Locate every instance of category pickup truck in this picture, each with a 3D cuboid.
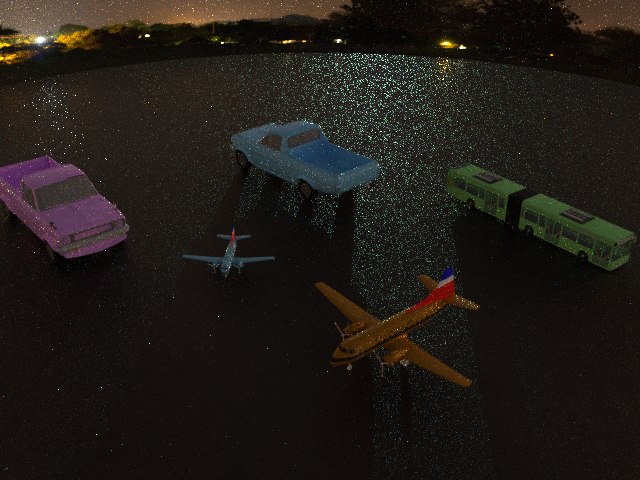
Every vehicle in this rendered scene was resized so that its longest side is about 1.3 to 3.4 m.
[{"bbox_3d":[-0.353,-1.622,13.101,1.244,0.993,3.117,-24,37,-37],"label":"pickup truck"},{"bbox_3d":[-4.325,-0.682,11.414,1.244,0.993,3.117,-22,36,-34],"label":"pickup truck"}]

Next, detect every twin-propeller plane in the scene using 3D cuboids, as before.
[{"bbox_3d":[-1.356,0.178,10.471,1.370,0.407,1.095,1,29,2],"label":"twin-propeller plane"},{"bbox_3d":[0.948,0.979,8.637,2.129,0.792,2.663,-21,36,-33],"label":"twin-propeller plane"}]

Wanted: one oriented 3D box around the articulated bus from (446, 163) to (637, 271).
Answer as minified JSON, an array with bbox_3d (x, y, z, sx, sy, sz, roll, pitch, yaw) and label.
[{"bbox_3d":[3.468,-0.457,11.453,0.605,0.561,3.401,-20,35,-31],"label":"articulated bus"}]
